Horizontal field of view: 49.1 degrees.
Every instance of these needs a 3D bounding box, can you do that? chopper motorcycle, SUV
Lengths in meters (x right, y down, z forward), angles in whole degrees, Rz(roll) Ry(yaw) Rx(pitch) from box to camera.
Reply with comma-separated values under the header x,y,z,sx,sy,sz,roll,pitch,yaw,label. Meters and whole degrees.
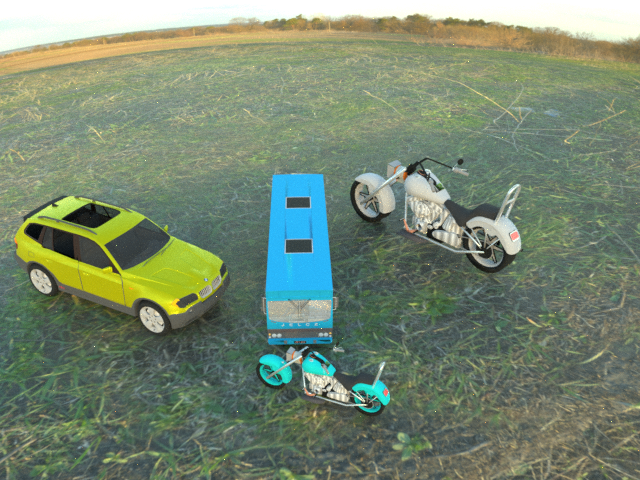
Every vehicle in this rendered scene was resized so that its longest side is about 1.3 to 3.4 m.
x,y,z,sx,sy,sz,roll,pitch,yaw,label
0.014,1.450,7.619,1.563,0.761,0.466,13,32,20,chopper motorcycle
-2.693,0.218,9.373,3.058,1.128,1.276,14,33,23,SUV
1.633,-0.574,10.387,0.906,1.480,3.040,-26,39,-37,chopper motorcycle

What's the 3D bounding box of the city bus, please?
x,y,z,sx,sy,sz,roll,pitch,yaw,label
-0.292,0.163,9.701,0.926,0.894,3.255,-1,30,-2,city bus
